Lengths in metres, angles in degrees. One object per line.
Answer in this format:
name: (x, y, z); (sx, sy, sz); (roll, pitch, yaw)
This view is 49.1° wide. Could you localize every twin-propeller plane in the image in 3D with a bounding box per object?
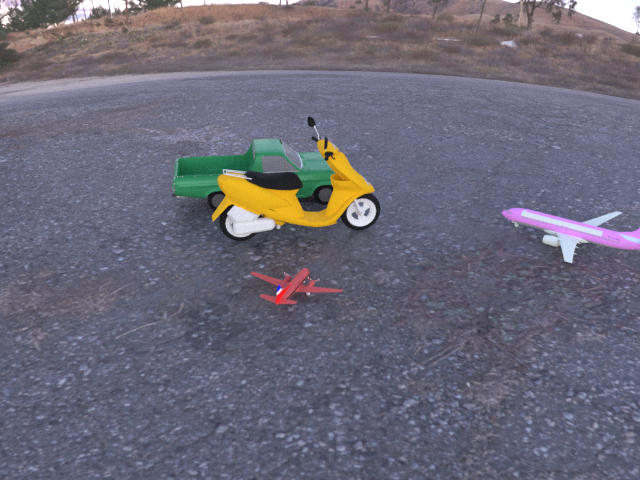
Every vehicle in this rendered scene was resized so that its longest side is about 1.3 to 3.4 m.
twin-propeller plane: (-0.366, 0.585, 9.523); (1.370, 0.407, 1.095); (10, 28, 19)

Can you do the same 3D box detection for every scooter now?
scooter: (-0.346, -0.881, 10.937); (2.721, 1.786, 1.288); (-5, 27, -11)

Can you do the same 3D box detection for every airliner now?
airliner: (4.026, -0.319, 10.872); (2.541, 0.835, 2.257); (19, 32, 34)

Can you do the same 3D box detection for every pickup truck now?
pickup truck: (-1.079, -1.240, 12.563); (3.117, 0.993, 1.244); (-4, 26, -8)
